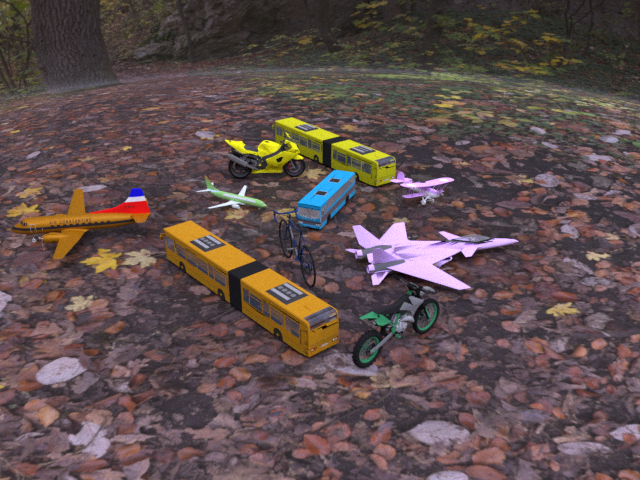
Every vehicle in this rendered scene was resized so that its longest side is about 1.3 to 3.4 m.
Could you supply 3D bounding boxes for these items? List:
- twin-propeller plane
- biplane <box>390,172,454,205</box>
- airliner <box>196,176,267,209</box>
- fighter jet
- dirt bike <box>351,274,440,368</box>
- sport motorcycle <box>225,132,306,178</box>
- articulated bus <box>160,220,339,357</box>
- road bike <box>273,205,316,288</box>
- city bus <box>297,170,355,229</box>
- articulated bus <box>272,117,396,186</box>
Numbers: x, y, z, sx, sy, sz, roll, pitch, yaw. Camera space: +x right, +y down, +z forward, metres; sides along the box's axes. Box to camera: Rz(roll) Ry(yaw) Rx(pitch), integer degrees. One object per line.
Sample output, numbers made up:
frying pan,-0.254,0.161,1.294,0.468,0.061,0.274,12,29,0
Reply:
twin-propeller plane,-3.751,-0.379,10.985,2.129,0.792,2.663,-5,27,-10
biplane,1.783,-0.937,12.446,1.336,0.504,1.090,-21,33,-37
airliner,-1.504,-0.826,12.305,1.307,0.429,1.161,13,29,24
fighter jet,1.812,0.039,10.400,2.640,0.557,2.229,-8,27,-16
dirt bike,0.926,0.921,8.265,1.493,0.857,0.527,-22,33,-37
sport motorcycle,-1.038,-1.586,13.407,1.520,0.821,0.506,-2,26,-3
articulated bus,-1.046,0.546,9.365,0.605,0.561,3.401,-21,33,-36
road bike,-0.342,0.061,10.022,0.358,0.852,1.545,-10,28,-19
city bus,0.134,-0.699,12.011,0.476,0.460,1.674,10,28,20
articulated bus,0.209,-1.838,14.213,0.605,0.561,3.401,-19,32,-33
